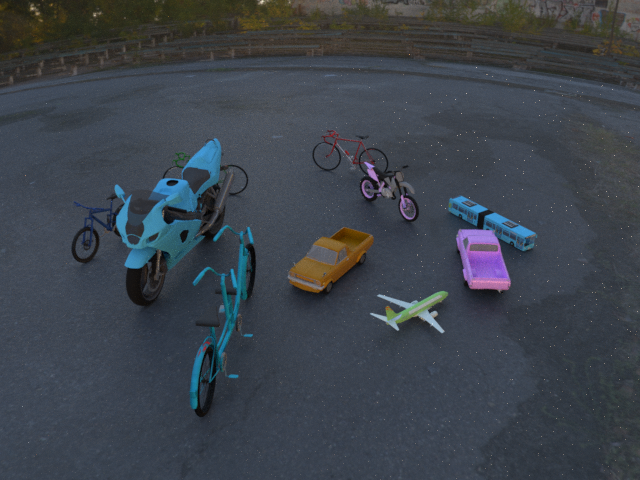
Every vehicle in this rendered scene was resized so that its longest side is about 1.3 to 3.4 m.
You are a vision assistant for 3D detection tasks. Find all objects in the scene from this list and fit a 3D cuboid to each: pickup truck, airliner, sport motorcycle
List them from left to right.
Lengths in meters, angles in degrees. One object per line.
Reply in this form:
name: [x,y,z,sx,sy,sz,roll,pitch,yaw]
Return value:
sport motorcycle: [-2.086,-0.330,10.312,0.983,1.596,2.955,8,30,14]
pickup truck: [0.187,0.232,10.416,0.640,0.511,1.603,17,33,28]
airliner: [1.305,0.844,9.384,1.307,0.429,1.161,-23,36,-36]
pickup truck: [2.411,0.241,10.401,0.640,0.511,1.603,2,29,3]

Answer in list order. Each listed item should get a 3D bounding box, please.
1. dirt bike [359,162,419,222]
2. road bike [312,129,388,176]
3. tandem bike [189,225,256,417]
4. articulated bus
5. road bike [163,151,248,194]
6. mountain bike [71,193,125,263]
dirt bike: [1.195,-0.894,12.111,0.527,0.857,1.493,-20,34,-32]
road bike: [0.578,-1.677,13.545,1.545,0.852,0.358,10,30,17]
tandem bike: [-1.144,0.773,8.581,0.550,1.326,3.192,3,29,6]
articulated bus: [2.824,-0.299,11.616,0.311,0.289,1.749,-18,33,-29]
road bike: [-2.080,-1.193,12.661,1.545,0.852,0.358,-2,29,-3]
mountain bike: [-3.373,-0.260,10.942,0.573,0.868,1.469,13,31,22]
